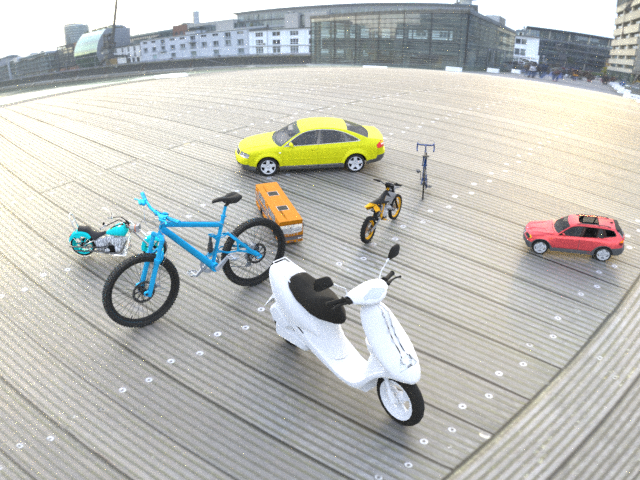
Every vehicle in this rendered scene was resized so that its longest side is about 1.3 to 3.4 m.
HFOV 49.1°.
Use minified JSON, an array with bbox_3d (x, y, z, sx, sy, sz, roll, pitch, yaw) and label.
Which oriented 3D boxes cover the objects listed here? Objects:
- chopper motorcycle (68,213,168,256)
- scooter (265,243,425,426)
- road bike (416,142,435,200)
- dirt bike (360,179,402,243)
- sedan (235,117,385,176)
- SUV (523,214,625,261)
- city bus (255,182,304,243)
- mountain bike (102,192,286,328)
[{"bbox_3d":[-3.237,-0.066,11.156,1.563,0.761,0.466,1,28,2],"label":"chopper motorcycle"},{"bbox_3d":[0.224,0.902,8.236,1.288,1.786,2.721,-22,35,-35],"label":"scooter"},{"bbox_3d":[2.022,-1.386,13.549,0.358,0.852,1.545,4,28,7],"label":"road bike"},{"bbox_3d":[1.064,-0.553,11.971,0.527,0.857,1.493,16,32,27],"label":"dirt bike"},{"bbox_3d":[-0.209,-2.025,14.660,3.137,0.940,1.235,-3,28,-6],"label":"sedan"},{"bbox_3d":[4.138,-0.101,11.416,1.572,0.580,0.656,7,29,13],"label":"SUV"},{"bbox_3d":[-0.733,-0.477,12.253,0.476,0.460,1.674,-9,29,-16],"label":"city bus"},{"bbox_3d":[-1.685,0.163,9.735,2.857,1.688,1.114,-19,34,-32],"label":"mountain bike"}]
